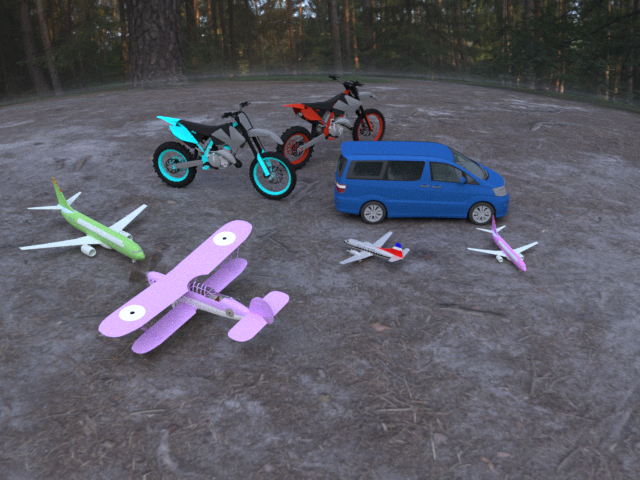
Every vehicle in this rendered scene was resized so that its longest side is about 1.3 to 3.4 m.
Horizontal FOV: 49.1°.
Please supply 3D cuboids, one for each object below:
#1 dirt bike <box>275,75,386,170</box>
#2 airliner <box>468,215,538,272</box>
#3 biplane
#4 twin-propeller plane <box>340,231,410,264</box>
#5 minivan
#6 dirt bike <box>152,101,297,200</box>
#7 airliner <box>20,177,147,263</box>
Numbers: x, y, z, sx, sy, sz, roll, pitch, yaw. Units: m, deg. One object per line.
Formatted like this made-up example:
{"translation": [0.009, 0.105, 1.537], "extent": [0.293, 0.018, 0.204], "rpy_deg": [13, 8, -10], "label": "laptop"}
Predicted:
{"translation": [0.276, -2.469, 14.519], "extent": [2.903, 1.666, 1.024], "rpy_deg": [-19, 32, -34], "label": "dirt bike"}
{"translation": [2.879, 0.062, 10.739], "extent": [1.161, 0.429, 1.307], "rpy_deg": [-5, 26, -10], "label": "airliner"}
{"translation": [-1.456, 0.737, 8.726], "extent": [2.120, 0.981, 2.598], "rpy_deg": [16, 30, 29], "label": "biplane"}
{"translation": [0.800, 0.106, 10.673], "extent": [1.095, 0.407, 1.370], "rpy_deg": [19, 32, 33], "label": "twin-propeller plane"}
{"translation": [1.756, -1.034, 12.112], "extent": [3.011, 1.197, 1.324], "rpy_deg": [1, 26, 1], "label": "minivan"}
{"translation": [-1.795, -1.634, 12.808], "extent": [2.903, 1.666, 1.024], "rpy_deg": [8, 27, 16], "label": "dirt bike"}
{"translation": [-3.548, -0.317, 11.054], "extent": [2.541, 0.835, 2.257], "rpy_deg": [22, 33, 37], "label": "airliner"}
